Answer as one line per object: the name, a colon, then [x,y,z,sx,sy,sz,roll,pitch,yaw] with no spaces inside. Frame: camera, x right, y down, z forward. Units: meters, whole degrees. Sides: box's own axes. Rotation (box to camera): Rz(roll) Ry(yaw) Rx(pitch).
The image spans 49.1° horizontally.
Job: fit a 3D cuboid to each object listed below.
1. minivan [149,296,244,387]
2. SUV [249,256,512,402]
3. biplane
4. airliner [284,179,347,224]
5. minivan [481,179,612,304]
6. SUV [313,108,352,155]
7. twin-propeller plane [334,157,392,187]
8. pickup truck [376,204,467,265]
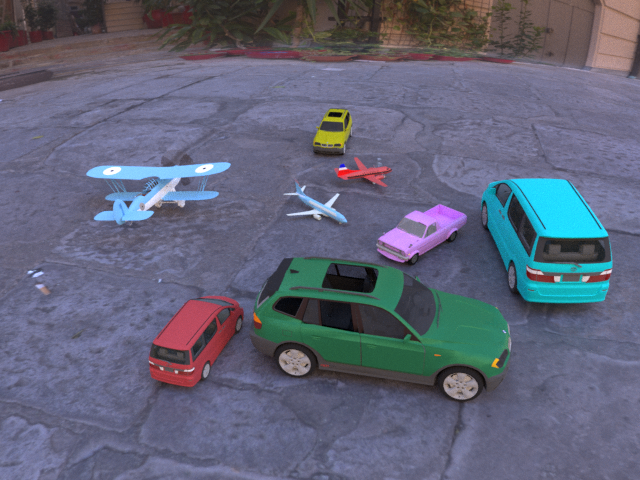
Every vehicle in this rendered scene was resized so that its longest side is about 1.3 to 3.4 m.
minivan: [-1.455,1.094,8.452,0.681,0.616,1.548,9,31,15]
SUV: [0.704,0.933,8.218,3.058,1.128,1.276,6,30,11]
biplane: [-2.763,-0.758,11.306,2.598,0.981,2.120,9,31,15]
airliner: [-0.008,-0.632,11.640,1.161,0.429,1.307,-25,38,-36]
minivan: [3.198,-0.244,10.196,1.324,1.197,3.011,0,30,0]
SUV: [0.276,-2.232,14.271,0.656,0.580,1.572,5,30,9]
twin-propeller plane: [0.826,-1.264,12.761,1.095,0.407,1.370,-11,32,-18]
pickup truck: [1.579,-0.157,10.733,0.640,0.511,1.603,26,39,38]
